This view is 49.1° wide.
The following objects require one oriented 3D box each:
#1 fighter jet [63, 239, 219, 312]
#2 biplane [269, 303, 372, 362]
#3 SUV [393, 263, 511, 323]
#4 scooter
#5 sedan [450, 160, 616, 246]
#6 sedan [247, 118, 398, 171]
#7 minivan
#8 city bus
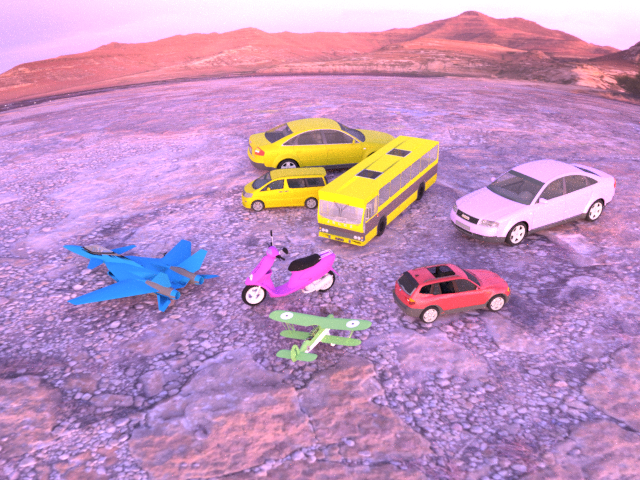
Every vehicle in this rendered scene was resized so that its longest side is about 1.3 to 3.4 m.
[{"bbox_3d":[-2.834,0.247,10.055,2.640,0.557,2.229,15,30,29],"label":"fighter jet"},{"bbox_3d":[-0.089,1.141,8.273,1.336,0.504,1.090,12,28,24],"label":"biplane"},{"bbox_3d":[1.748,0.629,9.242,1.572,0.580,0.656,-8,27,-16],"label":"SUV"},{"bbox_3d":[-0.390,0.375,9.377,1.399,0.919,0.662,-10,28,-20],"label":"scooter"},{"bbox_3d":[3.581,-0.747,11.665,3.137,0.940,1.235,-15,30,-28],"label":"sedan"},{"bbox_3d":[0.106,-1.943,14.131,3.137,0.940,1.235,-6,27,-12],"label":"sedan"},{"bbox_3d":[-0.618,-0.918,12.388,1.548,0.616,0.681,-3,26,-7],"label":"minivan"},{"bbox_3d":[1.086,-0.896,12.024,0.926,0.894,3.255,14,29,26],"label":"city bus"}]
